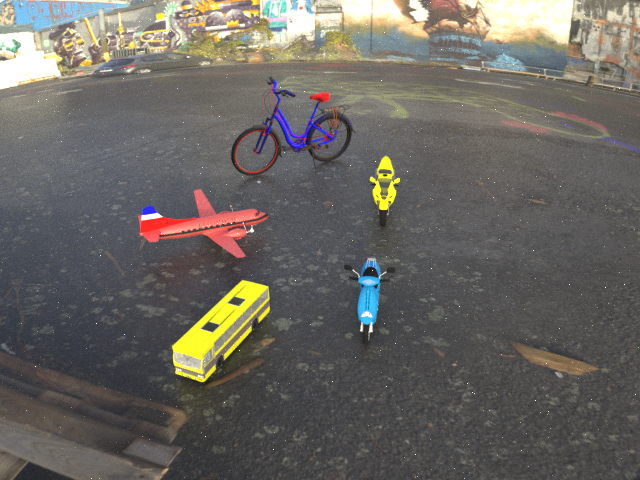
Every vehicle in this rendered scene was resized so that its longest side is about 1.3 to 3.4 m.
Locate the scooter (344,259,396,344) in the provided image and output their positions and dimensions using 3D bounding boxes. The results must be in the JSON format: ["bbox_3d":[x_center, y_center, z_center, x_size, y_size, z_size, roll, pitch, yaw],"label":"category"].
[{"bbox_3d":[0.654,0.665,9.314,0.662,0.919,1.399,3,28,6],"label":"scooter"}]

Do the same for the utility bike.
[{"bbox_3d":[-0.428,-2.228,13.766,2.791,1.839,1.039,-14,31,-25],"label":"utility bike"}]

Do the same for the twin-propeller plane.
[{"bbox_3d":[-1.843,-0.337,11.330,2.129,0.792,2.663,-11,30,-20],"label":"twin-propeller plane"}]

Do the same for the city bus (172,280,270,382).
[{"bbox_3d":[-1.215,1.134,8.921,0.476,0.460,1.674,12,30,21],"label":"city bus"}]

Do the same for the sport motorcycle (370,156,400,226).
[{"bbox_3d":[1.131,-0.871,12.302,0.506,0.821,1.520,3,28,5],"label":"sport motorcycle"}]
